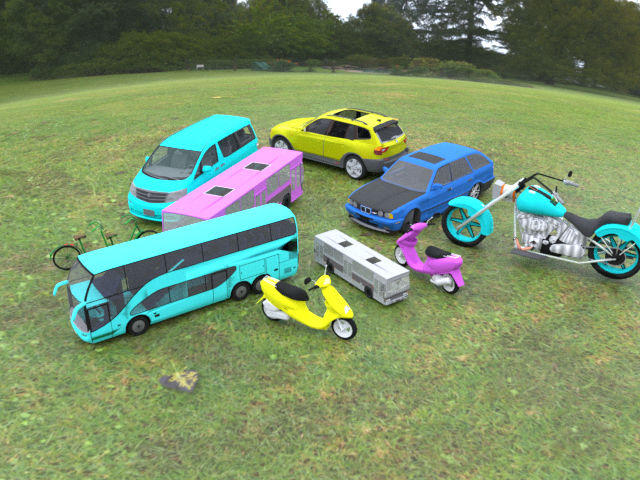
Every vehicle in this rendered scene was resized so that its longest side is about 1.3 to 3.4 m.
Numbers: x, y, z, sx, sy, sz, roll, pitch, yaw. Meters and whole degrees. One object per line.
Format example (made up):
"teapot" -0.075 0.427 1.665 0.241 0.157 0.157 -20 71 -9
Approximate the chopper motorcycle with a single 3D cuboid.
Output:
"chopper motorcycle" 3.278 -0.345 10.294 3.040 1.480 0.906 15 30 28

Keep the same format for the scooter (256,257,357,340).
"scooter" -0.175 0.719 8.733 1.399 0.919 0.662 12 28 23

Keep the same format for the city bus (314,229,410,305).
"city bus" 0.558 0.378 9.968 0.476 0.460 1.674 -17 31 -32

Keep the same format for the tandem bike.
"tandem bike" -3.191 0.022 10.450 1.642 0.682 0.283 -12 28 -23

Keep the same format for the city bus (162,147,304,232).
"city bus" -1.300 -0.598 11.491 0.926 0.894 3.255 11 28 21

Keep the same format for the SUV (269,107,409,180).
"SUV" 0.341 -2.129 14.393 3.058 1.128 1.276 19 32 34

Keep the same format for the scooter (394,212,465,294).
"scooter" 1.530 0.152 9.909 0.662 0.919 1.399 -17 30 -31

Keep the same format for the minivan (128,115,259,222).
"minivan" -2.233 -1.333 12.665 1.324 1.197 3.011 11 28 21

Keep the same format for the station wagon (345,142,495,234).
"station wagon" 1.806 -1.009 12.312 1.327 0.920 3.105 23 34 39

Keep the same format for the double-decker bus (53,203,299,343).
"double-decker bus" -1.766 0.398 9.245 3.251 1.052 0.756 -17 31 -32
